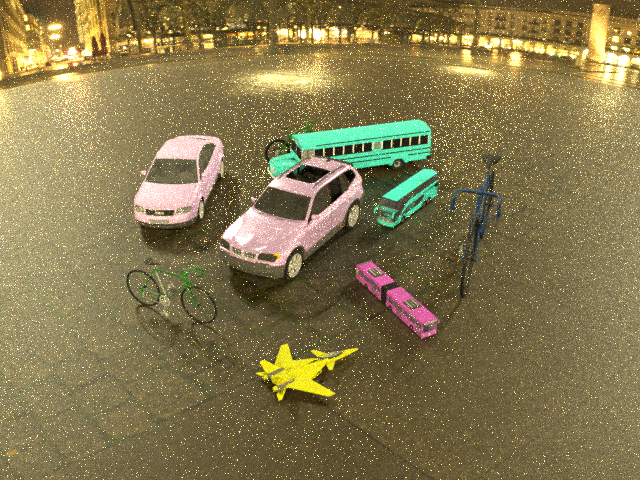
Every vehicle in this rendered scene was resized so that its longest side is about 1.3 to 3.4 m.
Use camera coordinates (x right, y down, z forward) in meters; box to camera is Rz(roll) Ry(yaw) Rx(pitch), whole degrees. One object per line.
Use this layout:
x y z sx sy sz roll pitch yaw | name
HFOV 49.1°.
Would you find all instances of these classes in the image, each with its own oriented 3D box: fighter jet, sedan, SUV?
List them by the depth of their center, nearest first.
-0.073 1.518 8.763 1.358 0.286 1.147 -17 34 -28 | fighter jet
-0.386 -0.464 11.411 1.276 1.128 3.058 16 33 26 | SUV
-2.570 -1.234 12.962 1.235 0.940 3.137 2 30 4 | sedan

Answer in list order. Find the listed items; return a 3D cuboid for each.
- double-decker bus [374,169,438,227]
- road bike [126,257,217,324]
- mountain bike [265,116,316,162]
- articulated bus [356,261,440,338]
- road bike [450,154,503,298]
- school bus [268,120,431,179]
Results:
1.572 -0.747 12.507 0.389 0.541 1.672 20 35 31 | double-decker bus
-2.081 0.674 9.680 1.545 0.852 0.358 14 32 23 | road bike
-0.456 -2.029 14.441 1.469 0.868 0.573 -13 32 -21 | mountain bike
1.063 0.818 9.999 0.311 0.289 1.749 -15 33 -24 | articulated bus
2.457 -0.376 10.719 0.697 1.656 3.004 10 31 17 | road bike
0.591 -1.778 14.022 3.322 0.844 0.709 -10 31 -16 | school bus
